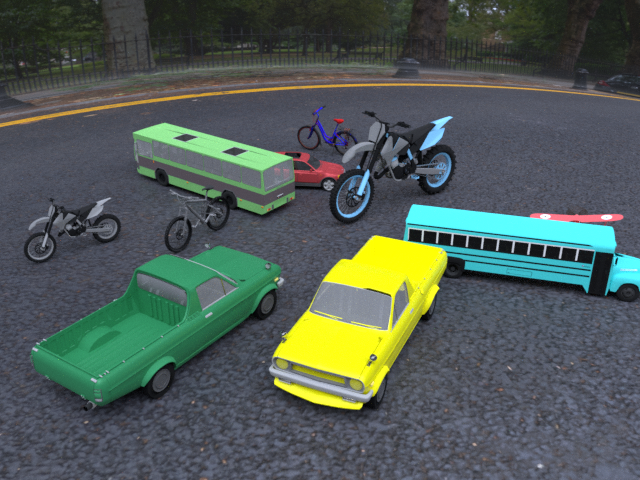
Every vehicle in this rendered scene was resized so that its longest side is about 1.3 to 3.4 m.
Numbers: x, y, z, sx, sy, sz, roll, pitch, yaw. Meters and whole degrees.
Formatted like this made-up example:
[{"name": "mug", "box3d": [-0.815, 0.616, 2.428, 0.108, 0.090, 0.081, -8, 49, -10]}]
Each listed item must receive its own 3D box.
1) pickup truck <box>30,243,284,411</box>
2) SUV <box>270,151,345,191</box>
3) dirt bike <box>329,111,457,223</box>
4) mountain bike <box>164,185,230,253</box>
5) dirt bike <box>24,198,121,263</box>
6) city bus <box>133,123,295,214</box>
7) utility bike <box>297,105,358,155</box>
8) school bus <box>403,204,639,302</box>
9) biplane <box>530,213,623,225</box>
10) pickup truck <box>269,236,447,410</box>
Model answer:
[{"name": "pickup truck", "box3d": [-1.758, 0.817, 8.214, 1.244, 0.993, 3.117, 17, 31, 30]}, {"name": "SUV", "box3d": [-0.315, -1.295, 12.887, 1.572, 0.580, 0.656, 3, 27, 5]}, {"name": "dirt bike", "box3d": [1.308, -1.310, 11.706, 2.903, 1.666, 1.024, -20, 33, -34]}, {"name": "mountain bike", "box3d": [-1.878, -0.395, 10.771, 0.573, 0.868, 1.469, 16, 31, 29]}, {"name": "dirt bike", "box3d": [-3.679, -0.205, 10.404, 1.493, 0.857, 0.527, -21, 33, -35]}, {"name": "city bus", "box3d": [-1.953, -1.289, 12.524, 3.255, 0.894, 0.926, 19, 32, 33]}, {"name": "utility bike", "box3d": [0.141, -2.200, 14.283, 1.435, 0.946, 0.535, 13, 29, 24]}, {"name": "school bus", "box3d": [2.835, 0.143, 9.725, 3.322, 0.844, 0.709, 7, 28, 14]}, {"name": "biplane", "box3d": [3.875, -0.162, 10.711, 1.336, 0.504, 1.090, 10, 28, 19]}, {"name": "pickup truck", "box3d": [0.583, 0.758, 8.332, 1.244, 0.993, 3.117, 12, 29, 22]}]
